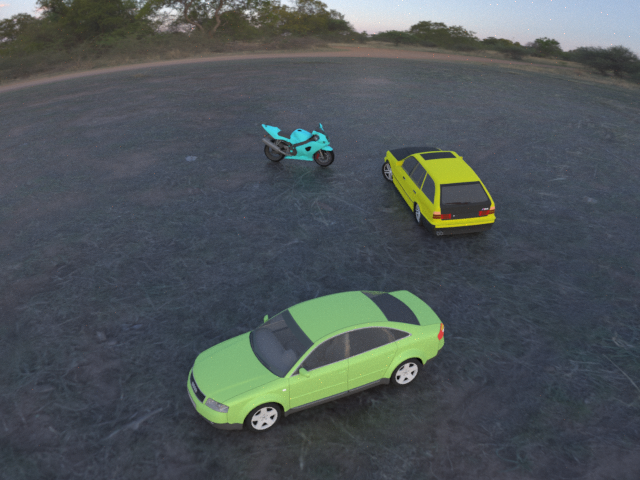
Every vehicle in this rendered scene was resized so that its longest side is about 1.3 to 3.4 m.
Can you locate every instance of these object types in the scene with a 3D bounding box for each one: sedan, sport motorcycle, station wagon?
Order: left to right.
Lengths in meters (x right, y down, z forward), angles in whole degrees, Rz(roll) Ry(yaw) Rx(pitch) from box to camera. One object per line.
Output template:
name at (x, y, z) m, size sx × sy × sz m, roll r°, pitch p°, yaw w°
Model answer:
sport motorcycle at (-0.441, -1.929, 14.166) m, size 1.520 × 0.821 × 0.506 m, roll 7°, pitch 30°, yaw 13°
sedan at (-0.013, 1.265, 8.248) m, size 3.137 × 0.940 × 1.235 m, roll -13°, pitch 31°, yaw -22°
station wagon at (2.064, -1.123, 12.602) m, size 1.327 × 0.920 × 3.105 m, roll -5°, pitch 29°, yaw -10°
